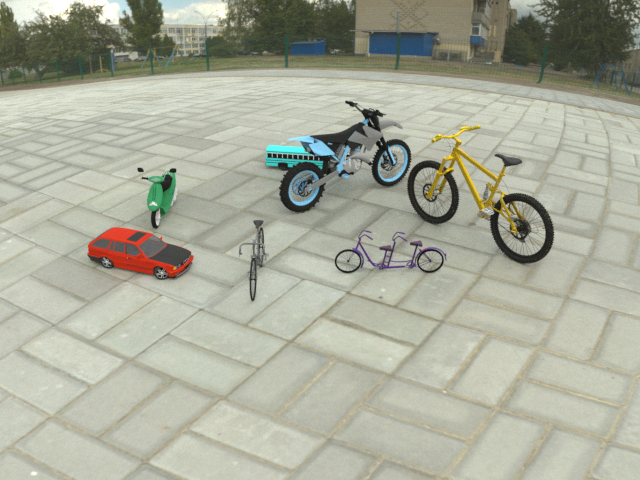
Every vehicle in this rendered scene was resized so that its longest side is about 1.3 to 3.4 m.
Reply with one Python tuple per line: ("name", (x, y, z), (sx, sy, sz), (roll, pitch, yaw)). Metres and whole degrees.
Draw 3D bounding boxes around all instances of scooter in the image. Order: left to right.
("scooter", (-2.708, -0.862, 11.985), (0.662, 0.919, 1.399), (1, 27, 3))

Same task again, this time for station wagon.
("station wagon", (-2.684, 0.160, 10.480), (1.597, 0.473, 0.682), (10, 29, 19))

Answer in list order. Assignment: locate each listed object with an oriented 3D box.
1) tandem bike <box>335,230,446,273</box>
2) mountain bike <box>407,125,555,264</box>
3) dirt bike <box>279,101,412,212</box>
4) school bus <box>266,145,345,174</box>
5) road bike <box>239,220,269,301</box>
("tandem bike", (1.035, 0.186, 10.201), (1.642, 0.682, 0.283), (0, 27, -1))
("mountain bike", (2.442, -0.752, 10.927), (1.114, 1.688, 2.857), (-21, 34, -35))
("dirt bike", (0.514, -1.514, 12.437), (2.903, 1.666, 1.024), (-18, 32, -30))
("school bus", (-0.224, -1.613, 13.982), (1.708, 0.434, 0.365), (5, 28, 9))
("road bike", (-0.898, 0.210, 9.968), (0.358, 0.852, 1.545), (1, 27, 2))
